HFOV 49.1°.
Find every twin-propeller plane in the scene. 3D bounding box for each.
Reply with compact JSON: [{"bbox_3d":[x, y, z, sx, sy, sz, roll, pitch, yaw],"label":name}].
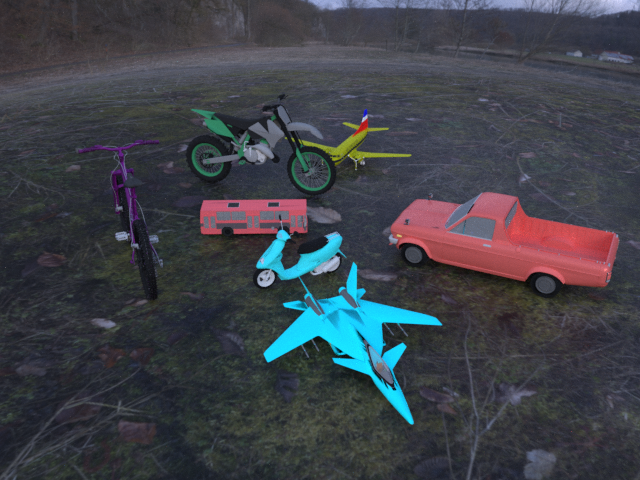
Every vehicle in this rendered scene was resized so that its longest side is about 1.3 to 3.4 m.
[{"bbox_3d":[0.592,-1.979,13.933,2.663,0.792,2.129,11,29,21],"label":"twin-propeller plane"}]

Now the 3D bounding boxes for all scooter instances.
[{"bbox_3d":[-0.276,0.151,9.641,1.399,0.919,0.662,-12,30,-22],"label":"scooter"}]

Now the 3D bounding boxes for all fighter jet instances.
[{"bbox_3d":[0.494,1.142,8.105,2.229,0.557,2.640,-9,29,-17],"label":"fighter jet"}]

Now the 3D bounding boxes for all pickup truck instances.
[{"bbox_3d":[2.581,-0.058,9.967,3.117,0.993,1.244,13,30,23],"label":"pickup truck"}]

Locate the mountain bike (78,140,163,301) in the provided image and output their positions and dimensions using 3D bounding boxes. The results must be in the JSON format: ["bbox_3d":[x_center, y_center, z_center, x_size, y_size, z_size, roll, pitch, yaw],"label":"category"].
[{"bbox_3d":[-2.639,-0.381,9.835,1.114,1.688,2.857,-11,29,-20],"label":"mountain bike"}]

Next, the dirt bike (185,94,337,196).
[{"bbox_3d":[-1.088,-1.683,12.398,2.903,1.666,1.024,9,28,16],"label":"dirt bike"}]

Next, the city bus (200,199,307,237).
[{"bbox_3d":[-1.037,-0.350,11.120,1.674,0.460,0.476,-1,27,-1],"label":"city bus"}]
